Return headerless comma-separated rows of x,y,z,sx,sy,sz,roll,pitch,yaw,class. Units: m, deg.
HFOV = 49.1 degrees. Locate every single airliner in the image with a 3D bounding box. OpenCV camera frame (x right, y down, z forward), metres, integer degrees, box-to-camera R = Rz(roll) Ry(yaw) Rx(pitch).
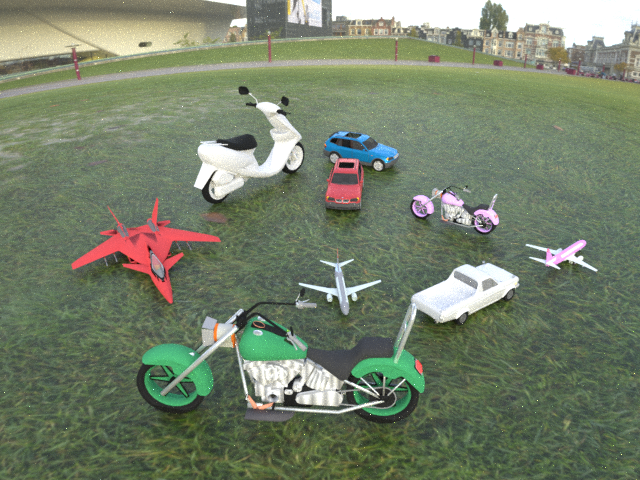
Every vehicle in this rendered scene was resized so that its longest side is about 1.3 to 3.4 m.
0.295,0.578,9.704,1.161,0.429,1.307,-2,27,-4,airliner
3.725,0.129,10.591,1.307,0.429,1.161,-24,35,-39,airliner

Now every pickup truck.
1.981,0.666,9.441,1.603,0.511,0.640,-19,33,-33,pickup truck

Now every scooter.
-1.232,-1.786,12.865,1.288,1.786,2.721,22,34,36,scooter

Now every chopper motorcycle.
-0.433,1.227,7.264,3.040,1.480,0.906,3,27,5,chopper motorcycle
2.221,-0.570,11.601,1.563,0.761,0.466,18,32,31,chopper motorcycle

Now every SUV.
0.463,-1.036,12.721,0.656,0.580,1.572,3,27,5,SUV
0.841,-1.853,14.330,1.572,0.580,0.656,13,30,23,SUV

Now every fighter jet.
-2.524,0.151,10.405,2.229,0.557,2.640,-11,29,-21,fighter jet
